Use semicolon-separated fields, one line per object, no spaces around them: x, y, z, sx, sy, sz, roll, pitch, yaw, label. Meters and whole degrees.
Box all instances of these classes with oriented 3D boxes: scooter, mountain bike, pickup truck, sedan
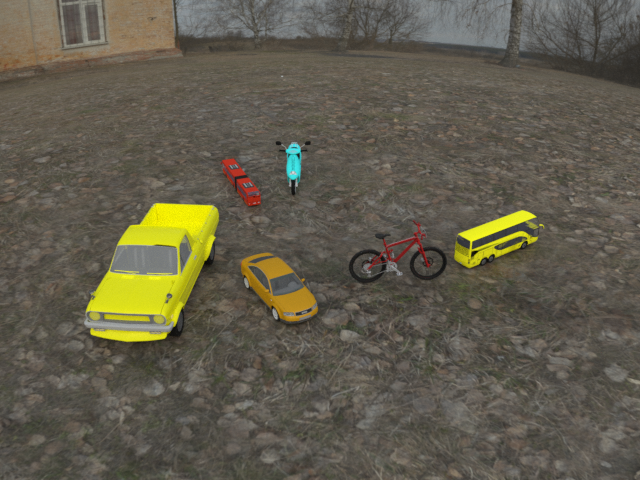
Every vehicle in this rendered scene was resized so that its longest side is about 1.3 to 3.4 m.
-0.503;-1.518;13.405;0.662;0.919;1.399;0;29;-1;scooter
1.157;0.233;10.289;1.469;0.868;0.573;-2;29;-4;mountain bike
-2.318;0.264;10.103;1.244;0.993;3.117;2;29;4;pickup truck
-0.597;0.623;9.980;0.635;0.483;1.613;-15;32;-26;sedan

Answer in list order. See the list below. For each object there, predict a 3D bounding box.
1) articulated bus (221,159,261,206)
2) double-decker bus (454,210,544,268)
-1.513;-1.116;13.329;0.311;0.289;1.749;-11;31;-19;articulated bus
2.847;-0.034;11.111;1.672;0.541;0.389;-18;34;-30;double-decker bus
